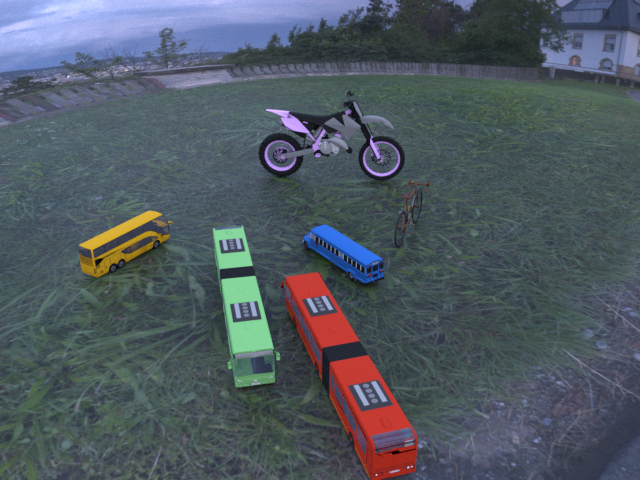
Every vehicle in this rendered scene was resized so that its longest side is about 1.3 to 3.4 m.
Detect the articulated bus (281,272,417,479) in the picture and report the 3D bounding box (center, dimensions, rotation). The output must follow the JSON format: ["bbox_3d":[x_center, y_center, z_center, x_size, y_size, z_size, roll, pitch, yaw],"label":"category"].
[{"bbox_3d":[0.236,1.408,8.246,0.605,0.561,3.401,-8,28,-15],"label":"articulated bus"}]

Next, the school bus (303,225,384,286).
[{"bbox_3d":[0.317,0.181,10.778,0.365,0.434,1.708,-18,32,-31],"label":"school bus"}]

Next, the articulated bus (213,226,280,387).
[{"bbox_3d":[-1.093,0.755,9.520,0.605,0.561,3.401,-5,28,-10],"label":"articulated bus"}]

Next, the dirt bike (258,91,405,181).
[{"bbox_3d":[0.218,-1.980,13.645,2.903,1.666,1.024,3,27,6],"label":"dirt bike"}]

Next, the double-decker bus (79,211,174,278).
[{"bbox_3d":[-3.012,0.026,10.964,0.389,0.541,1.672,16,31,28],"label":"double-decker bus"}]

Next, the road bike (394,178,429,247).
[{"bbox_3d":[1.488,-0.487,11.624,0.358,0.852,1.545,11,29,20],"label":"road bike"}]
